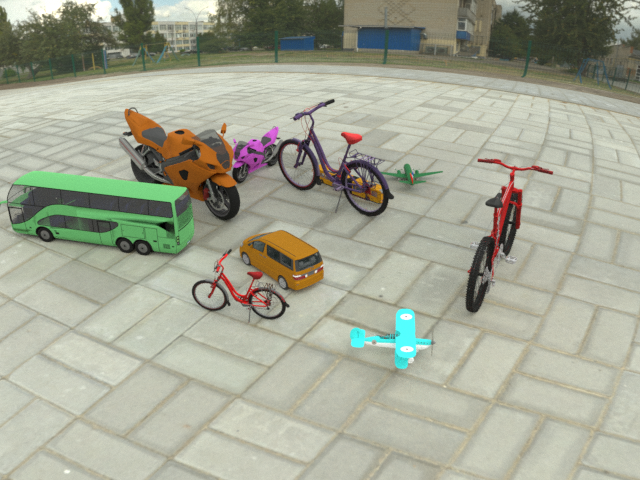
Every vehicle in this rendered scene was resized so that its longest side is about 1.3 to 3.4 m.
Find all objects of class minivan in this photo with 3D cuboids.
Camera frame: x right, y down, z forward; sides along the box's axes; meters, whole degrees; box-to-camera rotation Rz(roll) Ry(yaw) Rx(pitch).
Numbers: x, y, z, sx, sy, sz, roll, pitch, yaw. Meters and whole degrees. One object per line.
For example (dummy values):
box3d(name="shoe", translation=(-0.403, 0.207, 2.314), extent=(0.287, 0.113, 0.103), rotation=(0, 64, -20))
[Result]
box3d(name="minivan", translation=(-0.625, 0.217, 10.776), extent=(0.681, 0.616, 1.548), rotation=(-22, 36, -35))

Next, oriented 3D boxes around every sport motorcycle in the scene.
box3d(name="sport motorcycle", translation=(-2.542, -1.414, 12.747), extent=(2.955, 1.596, 0.983), rotation=(22, 35, 35))
box3d(name="sport motorcycle", translation=(-1.286, -1.733, 14.144), extent=(0.506, 0.821, 1.520), rotation=(17, 33, 28))

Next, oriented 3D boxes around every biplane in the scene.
box3d(name="biplane", translation=(0.927, 1.279, 8.942), extent=(1.090, 0.504, 1.336), rotation=(3, 29, 5))

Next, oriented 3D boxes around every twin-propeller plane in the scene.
box3d(name="twin-propeller plane", translation=(1.772, -1.342, 13.858), extent=(1.370, 0.407, 1.095), rotation=(0, 29, 0))

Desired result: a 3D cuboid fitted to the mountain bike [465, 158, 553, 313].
box3d(name="mountain bike", translation=(2.651, -0.159, 10.346), extent=(1.114, 1.688, 2.857), rotation=(13, 31, 23))

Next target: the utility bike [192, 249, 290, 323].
box3d(name="utility bike", translation=(-1.124, 0.678, 9.584), extent=(1.435, 0.946, 0.535), rotation=(7, 29, 12))

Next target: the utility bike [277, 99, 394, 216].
box3d(name="utility bike", translation=(0.151, -1.455, 12.570), extent=(2.791, 1.839, 1.039), rotation=(23, 36, 36))

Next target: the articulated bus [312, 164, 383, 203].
box3d(name="articulated bus", translation=(0.565, -1.098, 13.534), extent=(1.749, 0.289, 0.311), rotation=(24, 36, 36))

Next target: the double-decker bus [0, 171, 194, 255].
box3d(name="double-decker bus", translation=(-3.695, -0.472, 11.587), extent=(3.251, 1.052, 0.756), rotation=(7, 29, 13))
